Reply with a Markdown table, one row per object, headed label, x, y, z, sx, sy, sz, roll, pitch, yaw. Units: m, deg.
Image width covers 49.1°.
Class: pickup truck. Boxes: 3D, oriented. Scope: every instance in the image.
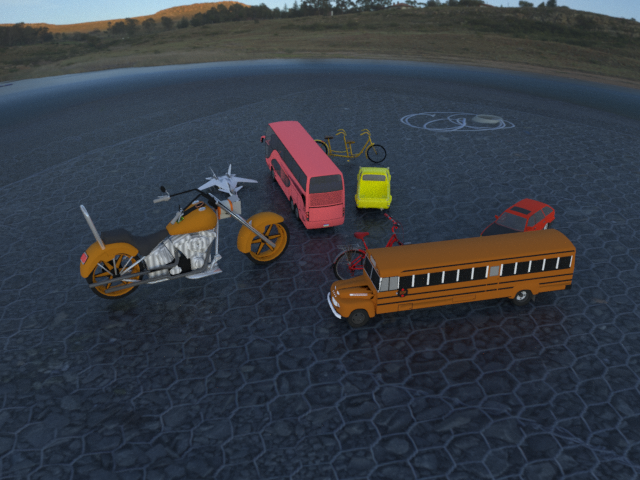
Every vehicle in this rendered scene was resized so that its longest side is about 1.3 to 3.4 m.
| label | x | y | z | sx | sy | sz | roll | pitch | yaw |
| --- | --- | --- | --- | --- | --- | --- | --- | --- | --- |
| pickup truck | 0.965 | -0.979 | 12.575 | 0.640 | 0.511 | 1.603 | 2 | 28 | 4 |

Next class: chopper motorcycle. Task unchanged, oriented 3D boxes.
| label | x | y | z | sx | sy | sz | roll | pitch | yaw |
| --- | --- | --- | --- | --- | --- | --- | --- | --- | --- |
| chopper motorcycle | -1.826 | -0.082 | 9.795 | 3.040 | 1.480 | 0.906 | -15 | 31 | -26 |

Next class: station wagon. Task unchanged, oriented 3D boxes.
| label | x | y | z | sx | sy | sz | roll | pitch | yaw |
| --- | --- | --- | --- | --- | --- | --- | --- | --- | --- |
| station wagon | 3.170 | -0.255 | 11.220 | 0.682 | 0.473 | 1.597 | 23 | 35 | 37 |

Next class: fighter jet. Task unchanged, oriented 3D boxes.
| label | x | y | z | sx | sy | sz | roll | pitch | yaw |
| --- | --- | --- | --- | --- | --- | --- | --- | --- | --- |
| fighter jet | -1.679 | -1.024 | 12.904 | 1.147 | 0.286 | 1.358 | -10 | 29 | -18 |

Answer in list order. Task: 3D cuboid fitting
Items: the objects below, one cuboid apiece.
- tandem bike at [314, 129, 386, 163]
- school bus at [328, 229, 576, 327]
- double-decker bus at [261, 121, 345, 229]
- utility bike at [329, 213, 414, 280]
| label | x | y | z | sx | sy | sz | roll | pitch | yaw |
| --- | --- | --- | --- | --- | --- | --- | --- | --- | --- |
| tandem bike | 0.534 | -1.917 | 14.195 | 1.642 | 0.682 | 0.283 | 5 | 28 | 9 |
| school bus | 1.755 | 0.472 | 9.418 | 3.322 | 0.844 | 0.709 | -6 | 28 | -12 |
| double-decker bus | -0.352 | -1.267 | 12.542 | 0.756 | 1.052 | 3.251 | -8 | 28 | -14 |
| utility bike | 0.822 | 0.134 | 9.958 | 1.435 | 0.946 | 0.535 | -6 | 28 | -11 |
